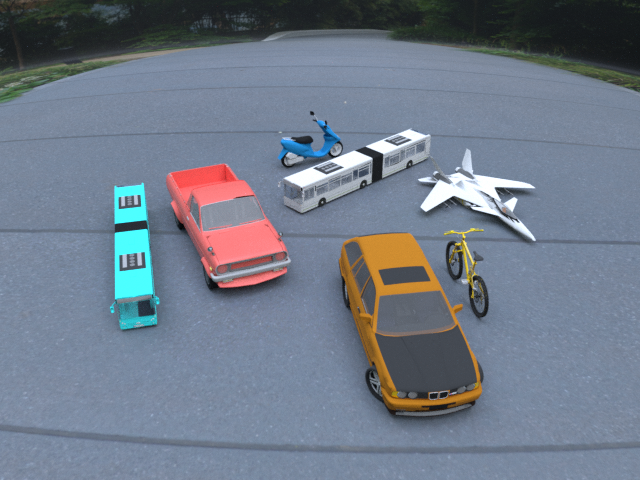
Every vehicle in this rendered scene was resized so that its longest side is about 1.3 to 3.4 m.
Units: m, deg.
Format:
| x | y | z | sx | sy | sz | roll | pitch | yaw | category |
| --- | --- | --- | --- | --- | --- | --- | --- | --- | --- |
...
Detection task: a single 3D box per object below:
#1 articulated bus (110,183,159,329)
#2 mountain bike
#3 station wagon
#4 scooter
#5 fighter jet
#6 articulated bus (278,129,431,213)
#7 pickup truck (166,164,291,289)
| x | y | z | sx | sy | sz | roll | pitch | yaw | category |
| --- | --- | --- | --- | --- | --- | --- | --- | --- | --- |
| -2.758 | 0.111 | 10.338 | 0.605 | 0.561 | 3.401 | -7 | 32 | -12 | articulated bus |
| 2.015 | 0.385 | 9.578 | 0.573 | 0.868 | 1.469 | -6 | 31 | -9 | mountain bike |
| 1.041 | 0.851 | 8.745 | 1.327 | 0.920 | 3.105 | -5 | 31 | -8 | station wagon |
| -0.166 | -1.907 | 13.375 | 1.399 | 0.919 | 0.662 | -15 | 34 | -24 | scooter |
| 2.818 | -0.757 | 11.798 | 2.229 | 0.557 | 2.640 | -12 | 33 | -20 | fighter jet |
| 0.739 | -1.313 | 12.727 | 3.401 | 0.561 | 0.605 | -25 | 39 | -36 | articulated bus |
| -1.501 | -0.394 | 10.763 | 1.244 | 0.993 | 3.117 | -12 | 33 | -19 | pickup truck |
